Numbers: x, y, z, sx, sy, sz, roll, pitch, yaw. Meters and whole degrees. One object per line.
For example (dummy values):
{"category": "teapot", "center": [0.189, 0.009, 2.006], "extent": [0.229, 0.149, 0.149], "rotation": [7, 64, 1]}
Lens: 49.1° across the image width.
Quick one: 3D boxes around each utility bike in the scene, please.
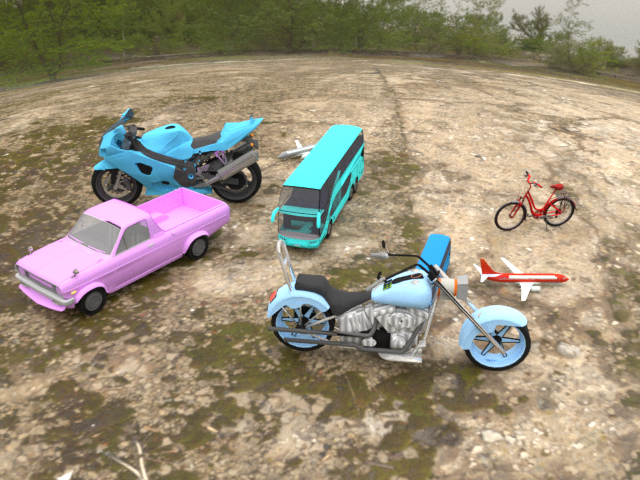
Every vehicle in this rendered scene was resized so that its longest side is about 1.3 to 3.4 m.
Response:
{"category": "utility bike", "center": [3.485, -0.572, 11.097], "extent": [1.435, 0.946, 0.535], "rotation": [-5, 28, -10]}

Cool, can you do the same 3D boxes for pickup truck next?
{"category": "pickup truck", "center": [-2.720, -0.033, 10.021], "extent": [1.244, 0.993, 3.117], "rotation": [20, 34, 33]}

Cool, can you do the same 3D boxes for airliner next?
{"category": "airliner", "center": [2.826, 0.446, 9.715], "extent": [1.307, 0.429, 1.161], "rotation": [0, 28, -1]}
{"category": "airliner", "center": [-0.296, -1.929, 14.232], "extent": [1.307, 0.429, 1.161], "rotation": [-18, 32, -30]}

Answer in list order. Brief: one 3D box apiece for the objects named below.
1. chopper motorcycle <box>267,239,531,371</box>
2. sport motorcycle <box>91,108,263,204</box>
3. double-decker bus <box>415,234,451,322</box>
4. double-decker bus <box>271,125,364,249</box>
{"category": "chopper motorcycle", "center": [0.890, 0.750, 8.007], "extent": [3.040, 1.480, 0.906], "rotation": [3, 28, 6]}
{"category": "sport motorcycle", "center": [-2.415, -1.343, 11.864], "extent": [2.955, 1.596, 0.983], "rotation": [-3, 28, -5]}
{"category": "double-decker bus", "center": [1.470, 0.509, 9.474], "extent": [0.389, 0.541, 1.672], "rotation": [9, 29, 16]}
{"category": "double-decker bus", "center": [0.076, -0.939, 11.681], "extent": [0.756, 1.052, 3.251], "rotation": [8, 29, 14]}
